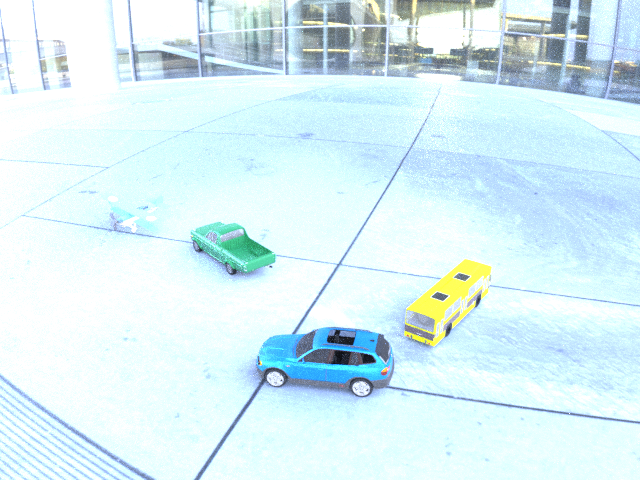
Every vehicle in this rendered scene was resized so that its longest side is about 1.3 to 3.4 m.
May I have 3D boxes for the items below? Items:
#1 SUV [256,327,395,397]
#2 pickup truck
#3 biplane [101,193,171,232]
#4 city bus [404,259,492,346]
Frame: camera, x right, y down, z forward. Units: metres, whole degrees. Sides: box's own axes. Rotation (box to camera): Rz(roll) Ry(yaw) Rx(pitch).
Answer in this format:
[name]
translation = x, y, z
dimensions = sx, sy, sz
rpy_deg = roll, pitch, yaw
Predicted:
[SUV]
translation = 0.058, 1.311, 7.930
dimensions = 1.572, 0.580, 0.656
rpy_deg = 5, 26, 9
[pickup truck]
translation = -1.342, 0.064, 10.594
dimensions = 0.640, 0.511, 1.603
rpy_deg = -20, 32, -35
[biplane]
translation = -2.993, -0.453, 11.673
dimensions = 1.336, 0.504, 1.090
rpy_deg = 16, 30, 30
[city bus]
translation = 1.697, 0.802, 9.123
dimensions = 0.476, 0.460, 1.674
rpy_deg = 17, 31, 32
